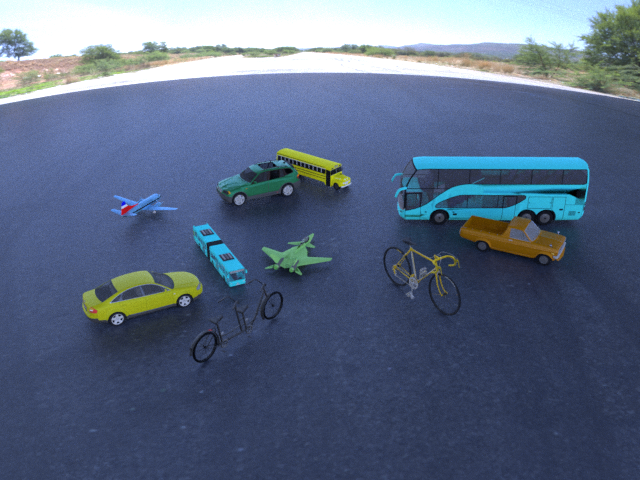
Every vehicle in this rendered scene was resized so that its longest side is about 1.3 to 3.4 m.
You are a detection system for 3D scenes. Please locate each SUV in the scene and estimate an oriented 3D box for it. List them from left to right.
[{"bbox_3d":[-1.141,-1.098,12.995,1.572,0.580,0.656,-13,30,-25],"label":"SUV"}]

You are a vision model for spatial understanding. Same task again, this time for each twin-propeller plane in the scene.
[{"bbox_3d":[-3.139,-0.653,12.303,1.370,0.407,1.095,12,29,22],"label":"twin-propeller plane"}]

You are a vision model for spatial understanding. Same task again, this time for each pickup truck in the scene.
[{"bbox_3d":[3.039,-0.076,11.038,1.603,0.511,0.640,14,30,26],"label":"pickup truck"}]

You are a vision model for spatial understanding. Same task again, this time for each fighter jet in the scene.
[{"bbox_3d":[-0.329,0.104,10.929,1.147,0.286,1.358,9,28,17],"label":"fighter jet"}]

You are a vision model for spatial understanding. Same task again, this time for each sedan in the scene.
[{"bbox_3d":[-2.399,0.700,9.523,1.613,0.483,0.635,-14,30,-26],"label":"sedan"}]

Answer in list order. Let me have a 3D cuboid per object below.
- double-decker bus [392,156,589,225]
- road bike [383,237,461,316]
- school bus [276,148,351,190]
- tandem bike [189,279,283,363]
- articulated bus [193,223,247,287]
[{"bbox_3d":[2.881,-0.866,12.009,3.251,1.052,0.756,0,27,1],"label":"double-decker bus"},{"bbox_3d":[1.382,0.439,9.632,0.358,0.852,1.545,-18,32,-31],"label":"road bike"},{"bbox_3d":[-0.126,-1.404,13.768,1.708,0.434,0.365,21,33,35],"label":"school bus"},{"bbox_3d":[-1.019,0.962,8.780,0.283,0.682,1.642,20,33,34],"label":"tandem bike"},{"bbox_3d":[-1.566,0.203,10.731,0.311,0.289,1.749,-13,29,-23],"label":"articulated bus"}]
